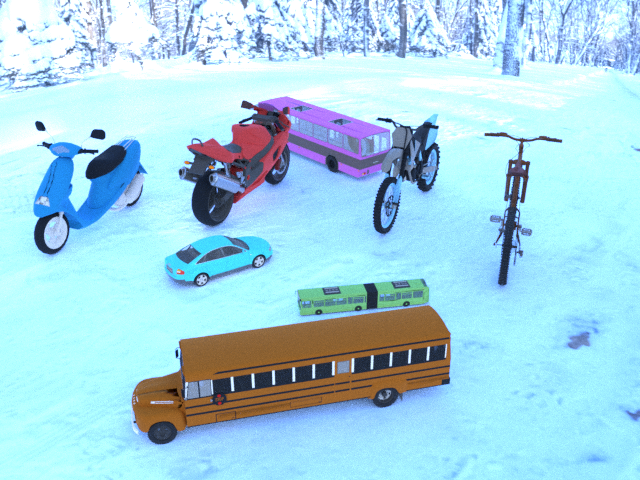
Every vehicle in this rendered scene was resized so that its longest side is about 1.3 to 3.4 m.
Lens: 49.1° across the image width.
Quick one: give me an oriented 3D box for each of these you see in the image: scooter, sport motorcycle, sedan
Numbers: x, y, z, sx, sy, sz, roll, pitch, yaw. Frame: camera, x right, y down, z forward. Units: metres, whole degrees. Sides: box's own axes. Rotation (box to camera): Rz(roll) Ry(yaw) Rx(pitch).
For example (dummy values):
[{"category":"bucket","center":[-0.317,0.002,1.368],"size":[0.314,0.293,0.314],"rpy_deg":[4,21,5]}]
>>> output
[{"category":"scooter","center":[-3.634,-1.041,11.087],"size":[1.288,1.786,2.721],"rpy_deg":[10,28,19]},{"category":"sport motorcycle","center":[-1.295,-1.370,11.964],"size":[0.983,1.596,2.955],"rpy_deg":[13,29,24]},{"category":"sedan","center":[-1.431,0.205,10.041],"size":[1.613,0.483,0.635],"rpy_deg":[-17,31,-31]}]

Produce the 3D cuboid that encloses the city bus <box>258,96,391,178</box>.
[{"category":"city bus","center":[0.005,-2.115,14.258],"size":[0.926,0.894,3.255],"rpy_deg":[-20,33,-35]}]

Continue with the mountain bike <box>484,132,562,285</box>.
[{"category":"mountain bike","center":[2.837,-0.563,10.235],"size":[1.114,1.688,2.857],"rpy_deg":[8,27,15]}]

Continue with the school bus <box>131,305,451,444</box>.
[{"category":"school bus","center":[-0.293,1.357,7.311],"size":[3.322,0.844,0.709],"rpy_deg":[-6,27,-13]}]

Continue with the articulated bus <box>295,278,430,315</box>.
[{"category":"articulated bus","center":[0.559,0.742,9.177],"size":[1.749,0.289,0.311],"rpy_deg":[-4,27,-9]}]

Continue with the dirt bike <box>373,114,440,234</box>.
[{"category":"dirt bike","center":[1.521,-1.266,11.676],"size":[1.024,1.666,2.903],"rpy_deg":[13,29,24]}]
